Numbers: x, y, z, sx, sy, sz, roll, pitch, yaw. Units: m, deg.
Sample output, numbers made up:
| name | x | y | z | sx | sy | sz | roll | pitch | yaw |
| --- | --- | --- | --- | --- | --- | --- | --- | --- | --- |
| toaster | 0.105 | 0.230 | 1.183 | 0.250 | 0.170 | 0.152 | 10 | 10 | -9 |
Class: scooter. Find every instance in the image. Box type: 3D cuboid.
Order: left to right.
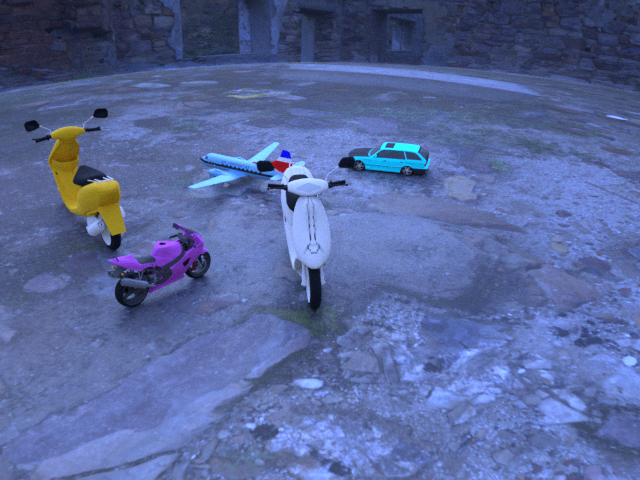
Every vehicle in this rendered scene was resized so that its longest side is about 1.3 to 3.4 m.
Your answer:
| name | x | y | z | sx | sy | sz | roll | pitch | yaw |
| --- | --- | --- | --- | --- | --- | --- | --- | --- | --- |
| scooter | -3.702 | -1.013 | 10.907 | 1.288 | 1.786 | 2.721 | -18 | 32 | -31 |
| scooter | -0.218 | -0.399 | 9.714 | 1.288 | 1.786 | 2.721 | -3 | 27 | -6 |

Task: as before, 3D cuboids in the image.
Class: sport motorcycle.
| name | x | y | z | sx | sy | sz | roll | pitch | yaw |
| --- | --- | --- | --- | --- | --- | --- | --- | --- | --- |
| sport motorcycle | -2.099 | 0.331 | 9.352 | 1.520 | 0.821 | 0.506 | -24 | 36 | -39 |

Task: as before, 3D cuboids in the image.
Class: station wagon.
| name | x | y | z | sx | sy | sz | roll | pitch | yaw |
| --- | --- | --- | --- | --- | --- | --- | --- | --- | --- |
| station wagon | 1.310 | -1.609 | 13.498 | 1.597 | 0.473 | 0.682 | 7 | 28 | 13 |

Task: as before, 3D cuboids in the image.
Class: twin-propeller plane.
| name | x | y | z | sx | sy | sz | roll | pitch | yaw |
| --- | --- | --- | --- | --- | --- | --- | --- | --- | --- |
| twin-propeller plane | -1.362 | -1.416 | 12.776 | 2.129 | 0.792 | 2.663 | 15 | 31 | 27 |
